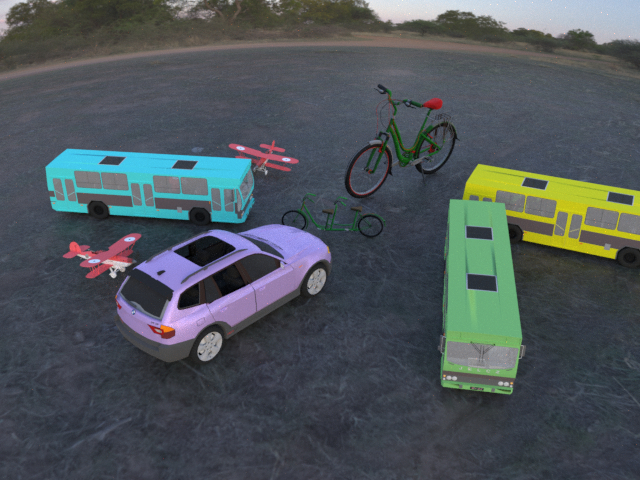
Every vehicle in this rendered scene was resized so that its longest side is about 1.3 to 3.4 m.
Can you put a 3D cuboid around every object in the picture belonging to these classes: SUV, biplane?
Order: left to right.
[{"bbox_3d":[-3.097,0.233,10.027,1.090,0.504,1.336,9,31,15],"label":"biplane"},{"bbox_3d":[-1.151,0.453,9.014,1.276,1.128,3.058,24,37,35],"label":"SUV"},{"bbox_3d":[-1.005,-1.553,13.155,1.336,0.504,1.090,7,30,12],"label":"biplane"}]

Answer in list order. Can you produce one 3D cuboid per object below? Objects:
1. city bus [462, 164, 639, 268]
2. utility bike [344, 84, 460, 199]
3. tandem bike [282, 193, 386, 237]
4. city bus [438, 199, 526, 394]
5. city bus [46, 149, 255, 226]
[{"bbox_3d":[3.840,-0.342,10.642,3.255,0.894,0.926,13,32,21],"label":"city bus"},{"bbox_3d":[1.578,-1.752,12.159,2.791,1.839,1.039,-21,36,-33],"label":"utility bike"},{"bbox_3d":[0.207,-0.373,10.910,1.642,0.682,0.283,4,30,6],"label":"tandem bike"},{"bbox_3d":[2.009,0.597,8.998,0.926,0.894,3.255,5,30,8],"label":"city bus"},{"bbox_3d":[-2.764,-0.864,11.556,3.255,0.894,0.926,4,30,7],"label":"city bus"}]
